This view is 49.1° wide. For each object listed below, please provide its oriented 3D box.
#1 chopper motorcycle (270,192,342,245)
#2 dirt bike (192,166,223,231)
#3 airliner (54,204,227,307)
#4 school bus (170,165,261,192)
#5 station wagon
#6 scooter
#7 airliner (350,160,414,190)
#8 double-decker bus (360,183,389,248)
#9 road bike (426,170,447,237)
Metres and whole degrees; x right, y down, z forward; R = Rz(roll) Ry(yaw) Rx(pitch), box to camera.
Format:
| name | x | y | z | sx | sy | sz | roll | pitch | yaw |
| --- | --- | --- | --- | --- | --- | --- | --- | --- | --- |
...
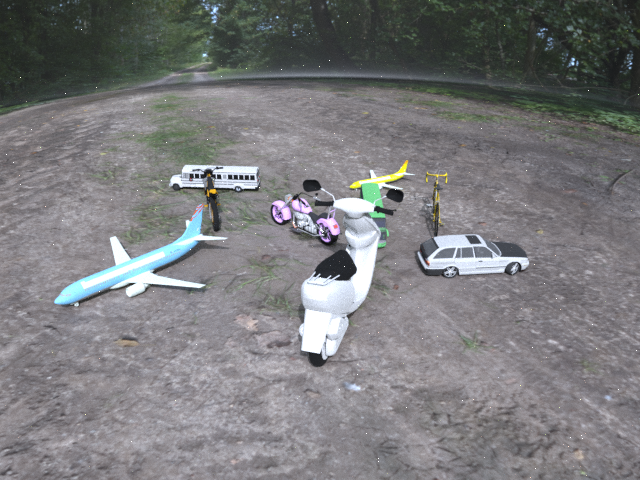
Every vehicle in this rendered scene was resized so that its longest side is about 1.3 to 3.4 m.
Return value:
| name | x | y | z | sx | sy | sz | roll | pitch | yaw |
| --- | --- | --- | --- | --- | --- | --- | --- | --- | --- |
| chopper motorcycle | -0.263 | -0.438 | 11.339 | 0.466 | 0.761 | 1.563 | -22 | 33 | -38 |
| dirt bike | -1.866 | -0.772 | 11.929 | 0.527 | 0.857 | 1.493 | -6 | 26 | -13 |
| airliner | -2.594 | 0.212 | 9.883 | 2.257 | 0.835 | 2.541 | 22 | 33 | 39 |
| school bus | -2.001 | -1.174 | 13.267 | 1.708 | 0.434 | 0.365 | 2 | 25 | 4 |
| station wagon | 2.274 | 0.199 | 10.333 | 1.597 | 0.473 | 0.682 | -2 | 26 | -5 |
| scooter | 0.306 | 0.255 | 8.686 | 1.288 | 1.786 | 2.721 | 8 | 27 | 16 |
| airliner | 1.144 | -1.229 | 13.388 | 1.307 | 0.429 | 1.161 | -12 | 28 | -24 |
| double-decker bus | 0.864 | -0.410 | 11.535 | 0.389 | 0.541 | 1.672 | 0 | 25 | 0 |
| road bike | 1.929 | -0.621 | 11.617 | 0.358 | 0.852 | 1.545 | 3 | 26 | 6 |
